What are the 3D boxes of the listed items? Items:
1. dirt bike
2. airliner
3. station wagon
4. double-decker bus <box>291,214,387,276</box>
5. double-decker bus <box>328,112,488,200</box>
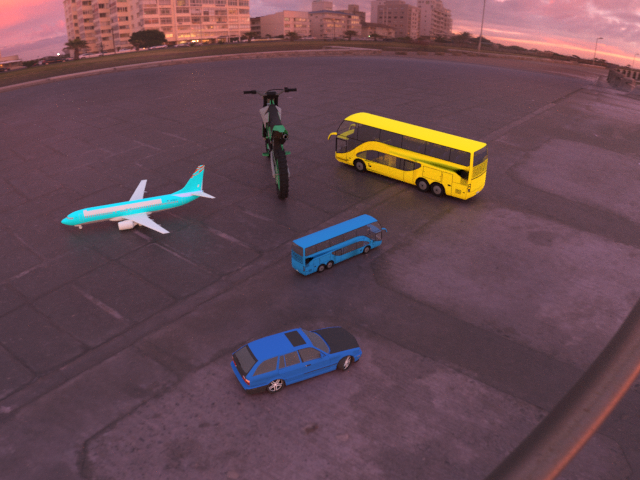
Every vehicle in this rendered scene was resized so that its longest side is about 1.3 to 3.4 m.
[{"bbox_3d":[-0.895,-2.009,13.497,1.024,1.666,2.903,-5,29,-9],"label":"dirt bike"},{"bbox_3d":[-3.156,-0.729,12.031,2.541,0.835,2.257,-11,31,-19],"label":"airliner"},{"bbox_3d":[-0.267,1.381,8.563,1.597,0.473,0.682,-13,31,-22],"label":"station wagon"},{"bbox_3d":[0.304,0.050,10.917,1.672,0.541,0.389,-21,35,-33],"label":"double-decker bus"},{"bbox_3d":[1.646,-1.678,13.534,3.251,1.052,0.756,22,35,34],"label":"double-decker bus"}]
